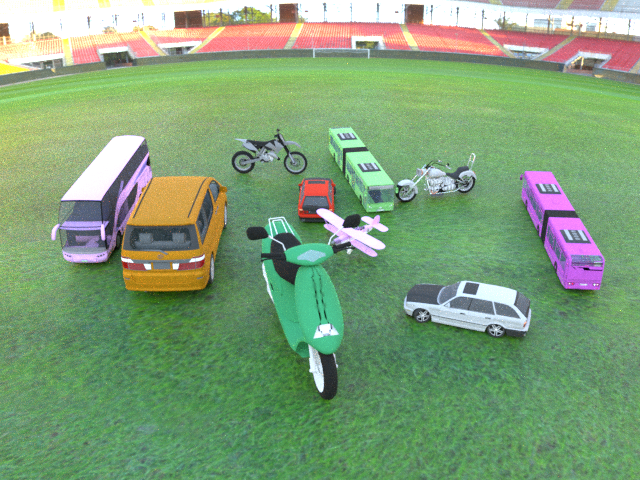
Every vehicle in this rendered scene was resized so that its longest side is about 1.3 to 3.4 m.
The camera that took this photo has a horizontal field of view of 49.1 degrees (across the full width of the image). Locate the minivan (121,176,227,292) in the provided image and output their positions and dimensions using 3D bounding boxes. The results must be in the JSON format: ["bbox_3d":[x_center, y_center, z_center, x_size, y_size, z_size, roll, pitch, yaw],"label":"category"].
[{"bbox_3d":[-2.087,-0.315,10.431,1.324,1.197,3.011,0,26,-1],"label":"minivan"}]

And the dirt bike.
[{"bbox_3d":[-0.987,-1.686,13.576,1.493,0.857,0.527,2,26,3],"label":"dirt bike"}]

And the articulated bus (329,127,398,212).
[{"bbox_3d":[0.727,-1.423,13.379,0.605,0.561,3.401,-5,27,-10],"label":"articulated bus"}]

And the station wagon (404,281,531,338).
[{"bbox_3d":[1.880,0.812,8.974,1.597,0.473,0.682,9,28,18],"label":"station wagon"}]

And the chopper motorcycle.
[{"bbox_3d":[2.091,-1.115,12.532,1.563,0.761,0.466,-8,28,-16],"label":"chopper motorcycle"}]

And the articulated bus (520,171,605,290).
[{"bbox_3d":[3.738,-0.260,11.035,0.605,0.561,3.401,2,26,4],"label":"articulated bus"}]

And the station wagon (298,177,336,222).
[{"bbox_3d":[-0.055,-0.808,12.237,0.682,0.473,1.597,0,26,1],"label":"station wagon"}]

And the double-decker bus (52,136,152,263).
[{"bbox_3d":[-3.428,-0.716,11.401,0.756,1.052,3.251,0,26,0],"label":"double-decker bus"}]

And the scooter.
[{"bbox_3d":[-0.248,0.456,8.216,1.288,1.786,2.721,-7,27,-15],"label":"scooter"}]

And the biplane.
[{"bbox_3d":[0.569,-0.099,10.775,1.090,0.504,1.336,-24,35,-39],"label":"biplane"}]
